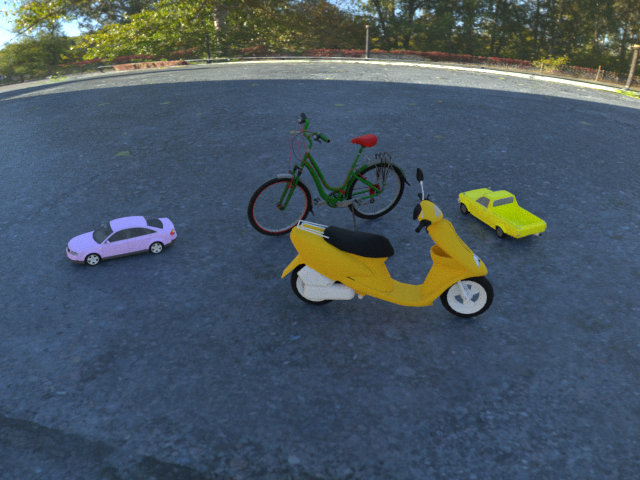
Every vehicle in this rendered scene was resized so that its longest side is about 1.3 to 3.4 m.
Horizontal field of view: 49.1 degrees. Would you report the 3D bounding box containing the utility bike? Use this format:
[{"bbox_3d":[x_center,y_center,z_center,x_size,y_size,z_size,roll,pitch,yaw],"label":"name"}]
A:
[{"bbox_3d":[0.231,-0.968,10.801,2.791,1.839,1.039,-11,30,-19],"label":"utility bike"}]

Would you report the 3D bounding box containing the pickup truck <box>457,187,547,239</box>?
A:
[{"bbox_3d":[2.910,-0.483,11.305,0.640,0.511,1.603,-12,30,-22],"label":"pickup truck"}]

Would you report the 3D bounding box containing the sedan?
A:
[{"bbox_3d":[-2.976,-0.045,10.503,1.613,0.483,0.635,-11,30,-20],"label":"sedan"}]

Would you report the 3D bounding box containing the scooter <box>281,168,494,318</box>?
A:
[{"bbox_3d":[0.854,0.128,8.779,2.721,1.786,1.288,4,28,8],"label":"scooter"}]
